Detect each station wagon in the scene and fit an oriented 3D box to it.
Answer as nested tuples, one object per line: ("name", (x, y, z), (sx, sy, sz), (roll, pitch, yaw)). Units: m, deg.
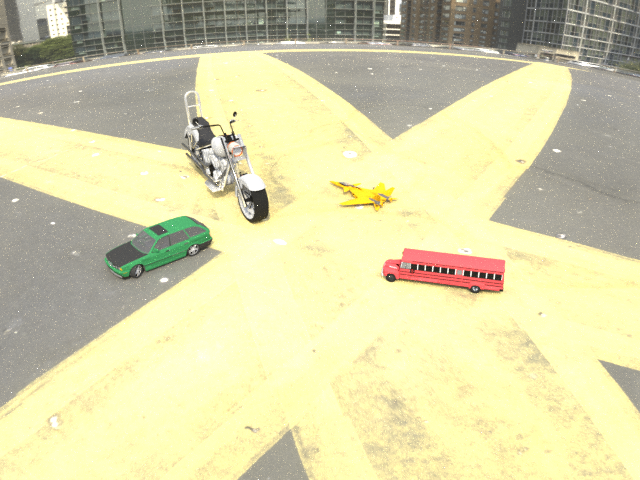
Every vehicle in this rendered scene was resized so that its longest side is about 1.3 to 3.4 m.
("station wagon", (-2.421, 0.060, 10.468), (1.597, 0.473, 0.682), (-23, 38, -34))

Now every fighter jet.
("fighter jet", (0.666, -0.917, 12.327), (1.358, 0.286, 1.147), (25, 38, 36))

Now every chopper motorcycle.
("chopper motorcycle", (-1.683, -1.490, 12.125), (0.906, 1.480, 3.040), (-16, 34, -26))

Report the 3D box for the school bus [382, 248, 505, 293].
("school bus", (1.733, 0.419, 9.893), (1.708, 0.434, 0.365), (7, 31, 12))
